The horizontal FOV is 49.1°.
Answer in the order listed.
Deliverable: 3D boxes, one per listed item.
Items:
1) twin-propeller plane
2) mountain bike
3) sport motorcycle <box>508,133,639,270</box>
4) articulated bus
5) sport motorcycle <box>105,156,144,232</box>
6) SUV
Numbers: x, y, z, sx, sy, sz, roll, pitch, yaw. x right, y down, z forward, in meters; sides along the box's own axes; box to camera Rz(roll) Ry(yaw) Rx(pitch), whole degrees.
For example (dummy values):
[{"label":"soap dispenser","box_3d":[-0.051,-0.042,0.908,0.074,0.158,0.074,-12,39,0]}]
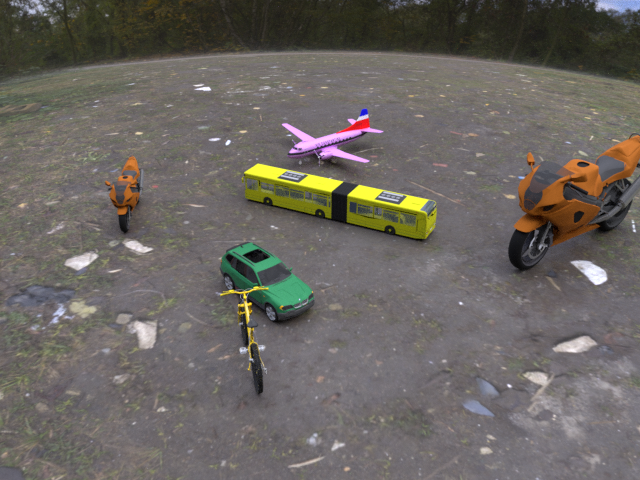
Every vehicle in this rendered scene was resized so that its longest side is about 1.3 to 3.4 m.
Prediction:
[{"label":"twin-propeller plane","box_3d":[0.207,-2.060,13.973,2.129,0.792,2.663,-21,35,-33]},{"label":"mountain bike","box_3d":[-0.823,1.097,8.199,0.573,0.868,1.469,-7,30,-12]},{"label":"sport motorcycle","box_3d":[3.888,-0.607,10.521,2.955,1.596,0.983,-20,35,-32]},{"label":"articulated bus","box_3d":[0.252,-0.675,11.712,3.401,0.561,0.605,14,32,24]},{"label":"sport motorcycle","box_3d":[-3.187,-0.775,11.625,0.506,0.821,1.520,-2,29,-4]},{"label":"SUV","box_3d":[-0.742,0.524,9.530,0.656,0.580,1.572,-23,36,-35]}]
